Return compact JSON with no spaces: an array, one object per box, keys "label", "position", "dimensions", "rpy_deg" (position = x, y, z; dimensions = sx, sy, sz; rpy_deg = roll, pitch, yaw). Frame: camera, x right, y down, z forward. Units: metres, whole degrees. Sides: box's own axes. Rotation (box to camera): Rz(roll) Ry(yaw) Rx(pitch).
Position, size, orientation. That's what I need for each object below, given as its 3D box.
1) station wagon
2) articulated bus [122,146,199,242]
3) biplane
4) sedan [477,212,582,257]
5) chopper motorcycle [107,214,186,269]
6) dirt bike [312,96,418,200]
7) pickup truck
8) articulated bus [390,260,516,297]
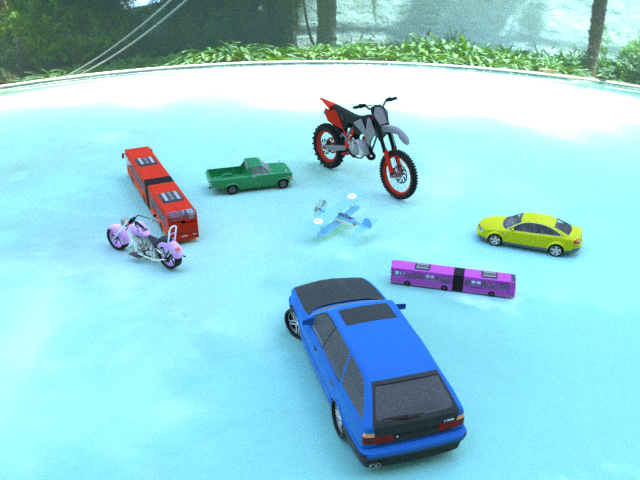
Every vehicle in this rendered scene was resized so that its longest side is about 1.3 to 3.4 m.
[{"label":"station wagon","position":[0.502,1.177,7.951],"dimensions":[1.327,0.920,3.105],"rpy_deg":[-8,28,-15]},{"label":"articulated bus","position":[-2.852,-0.882,12.354],"dimensions":[0.605,0.561,3.401],"rpy_deg":[-12,30,-22]},{"label":"biplane","position":[0.384,-0.342,11.366],"dimensions":[1.090,0.504,1.336],"rpy_deg":[21,34,34]},{"label":"sedan","position":[3.297,-0.159,11.033],"dimensions":[1.613,0.483,0.635],"rpy_deg":[10,29,20]},{"label":"chopper motorcycle","position":[-2.664,-0.052,10.520],"dimensions":[1.563,0.761,0.466],"rpy_deg":[18,32,31]},{"label":"dirt bike","position":[0.795,-1.853,13.035],"dimensions":[1.024,1.666,2.903],"rpy_deg":[-20,33,-33]},{"label":"pickup truck","position":[-1.320,-1.238,13.104],"dimensions":[1.603,0.511,0.640],"rpy_deg":[-8,28,-15]},{"label":"articulated bus","position":[1.855,0.544,9.877],"dimensions":[1.749,0.289,0.311],"rpy_deg":[7,28,13]}]
